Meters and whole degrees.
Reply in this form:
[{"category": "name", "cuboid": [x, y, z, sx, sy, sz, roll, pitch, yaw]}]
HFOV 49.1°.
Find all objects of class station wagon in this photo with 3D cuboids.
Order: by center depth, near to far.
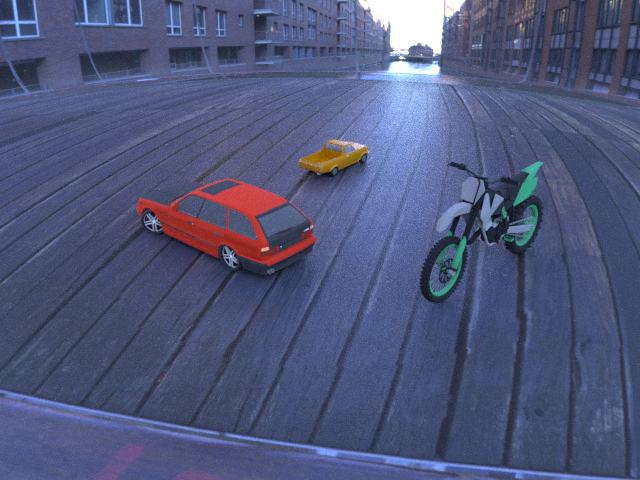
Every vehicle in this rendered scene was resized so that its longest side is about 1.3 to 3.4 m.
[{"category": "station wagon", "cuboid": [-1.540, -0.412, 10.737, 3.105, 0.920, 1.327, 21, 33, 36]}]

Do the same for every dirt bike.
[{"category": "dirt bike", "cuboid": [2.328, -0.251, 9.572, 1.024, 1.666, 2.903, 24, 35, 39]}]

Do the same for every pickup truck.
[{"category": "pickup truck", "cuboid": [0.296, -1.660, 13.719, 0.640, 0.511, 1.603, 20, 33, 34]}]
